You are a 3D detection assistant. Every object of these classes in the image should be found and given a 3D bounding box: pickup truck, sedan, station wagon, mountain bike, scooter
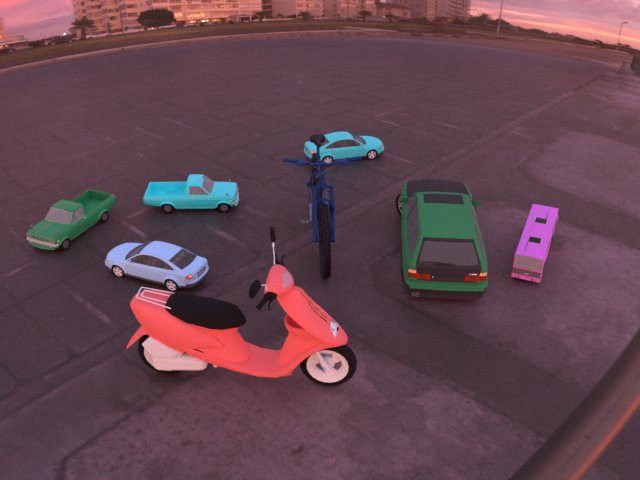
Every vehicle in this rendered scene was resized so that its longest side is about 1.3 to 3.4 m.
[{"bbox_3d":[-2.208,-0.823,12.057,1.603,0.511,0.640,-1,31,-1],"label":"pickup truck"},{"bbox_3d":[0.487,-1.862,13.804,1.613,0.483,0.635,-9,32,-15],"label":"sedan"},{"bbox_3d":[1.849,-0.266,10.737,1.327,0.920,3.105,2,31,4],"label":"station wagon"},{"bbox_3d":[-4.001,-0.389,11.337,0.640,0.511,1.603,12,33,19],"label":"pickup truck"},{"bbox_3d":[-2.406,0.299,10.224,1.613,0.483,0.635,12,33,19],"label":"sedan"},{"bbox_3d":[-0.001,-0.697,10.709,1.114,1.688,2.857,-2,31,-3],"label":"mountain bike"},{"bbox_3d":[-0.922,0.897,7.973,2.721,1.786,1.288,3,31,5],"label":"scooter"}]

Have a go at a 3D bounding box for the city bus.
[{"bbox_3d":[3.288,0.044,10.669,0.476,0.460,1.674,12,33,20],"label":"city bus"}]
